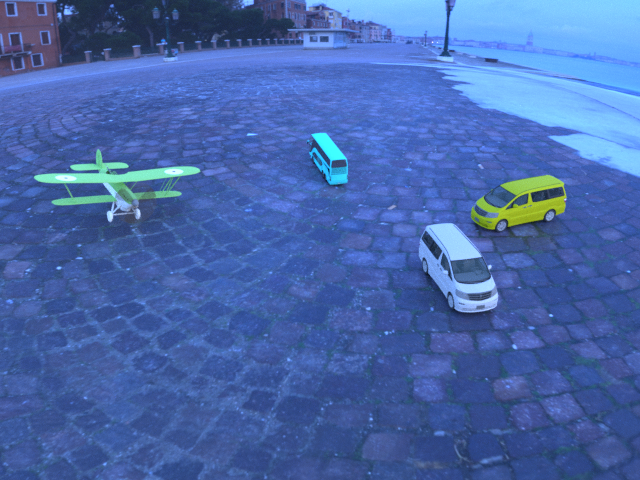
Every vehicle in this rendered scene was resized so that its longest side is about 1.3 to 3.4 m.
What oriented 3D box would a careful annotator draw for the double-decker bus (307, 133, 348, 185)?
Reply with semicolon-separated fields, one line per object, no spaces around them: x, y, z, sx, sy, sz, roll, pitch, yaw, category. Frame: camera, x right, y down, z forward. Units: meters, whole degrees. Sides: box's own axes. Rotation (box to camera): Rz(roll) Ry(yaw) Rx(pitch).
0.135;-1.553;13.153;0.389;0.541;1.672;-7;28;-13;double-decker bus

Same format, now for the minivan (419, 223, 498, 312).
1.848;0.357;9.414;0.681;0.616;1.548;-6;28;-12;minivan

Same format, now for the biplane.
-3.313;-0.926;11.478;2.598;0.981;2.120;-16;32;-28;biplane

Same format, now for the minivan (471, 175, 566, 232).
3.193;-0.607;11.260;1.548;0.616;0.681;-11;30;-20;minivan
